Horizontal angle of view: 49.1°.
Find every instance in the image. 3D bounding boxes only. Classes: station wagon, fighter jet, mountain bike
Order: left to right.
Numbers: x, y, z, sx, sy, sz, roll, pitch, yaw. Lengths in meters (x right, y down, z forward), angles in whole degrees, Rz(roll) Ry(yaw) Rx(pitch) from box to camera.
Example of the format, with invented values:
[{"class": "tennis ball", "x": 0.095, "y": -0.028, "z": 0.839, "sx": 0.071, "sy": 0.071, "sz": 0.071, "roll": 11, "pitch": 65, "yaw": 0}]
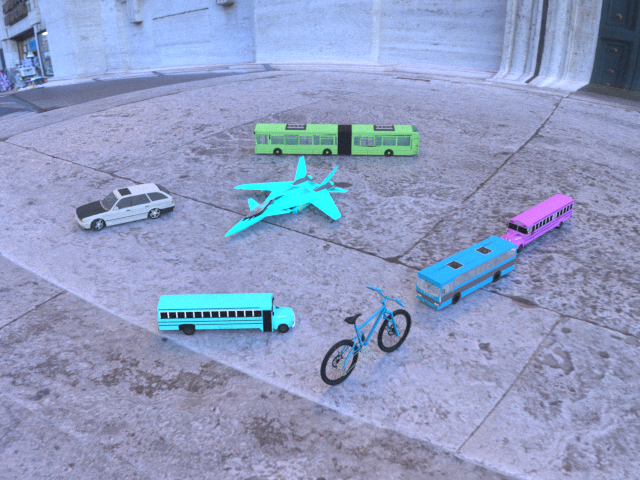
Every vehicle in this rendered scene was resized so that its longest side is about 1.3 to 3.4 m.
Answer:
[{"class": "station wagon", "x": -3.275, "y": -0.589, "z": 11.700, "sx": 1.597, "sy": 0.473, "sz": 0.682, "roll": -14, "pitch": 31, "yaw": -25}, {"class": "fighter jet", "x": -0.723, "y": -0.705, "z": 11.831, "sx": 2.229, "sy": 0.557, "sz": 2.640, "roll": 18, "pitch": 33, "yaw": 31}, {"class": "mountain bike", "x": 0.561, "y": 1.099, "z": 8.063, "sx": 1.469, "sy": 0.868, "sz": 0.573, "roll": -23, "pitch": 35, "yaw": -37}]

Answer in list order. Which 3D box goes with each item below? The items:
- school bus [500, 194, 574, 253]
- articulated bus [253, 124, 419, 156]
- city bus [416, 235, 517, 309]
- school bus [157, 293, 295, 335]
[{"class": "school bus", "x": 3.449, "y": -0.278, "z": 11.149, "sx": 1.708, "sy": 0.434, "sz": 0.365, "roll": -24, "pitch": 36, "yaw": -38}, {"class": "articulated bus", "x": 0.315, "y": -2.072, "z": 14.429, "sx": 3.401, "sy": 0.561, "sz": 0.605, "roll": 1, "pitch": 28, "yaw": 2}, {"class": "city bus", "x": 2.054, "y": 0.448, "z": 9.740, "sx": 1.674, "sy": 0.460, "sz": 0.476, "roll": -22, "pitch": 35, "yaw": -35}, {"class": "school bus", "x": -1.173, "y": 0.924, "z": 8.862, "sx": 1.708, "sy": 0.434, "sz": 0.365, "roll": -1, "pitch": 28, "yaw": -2}]
